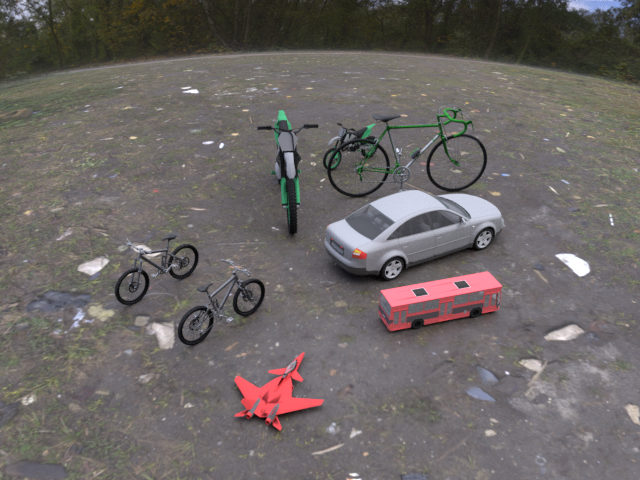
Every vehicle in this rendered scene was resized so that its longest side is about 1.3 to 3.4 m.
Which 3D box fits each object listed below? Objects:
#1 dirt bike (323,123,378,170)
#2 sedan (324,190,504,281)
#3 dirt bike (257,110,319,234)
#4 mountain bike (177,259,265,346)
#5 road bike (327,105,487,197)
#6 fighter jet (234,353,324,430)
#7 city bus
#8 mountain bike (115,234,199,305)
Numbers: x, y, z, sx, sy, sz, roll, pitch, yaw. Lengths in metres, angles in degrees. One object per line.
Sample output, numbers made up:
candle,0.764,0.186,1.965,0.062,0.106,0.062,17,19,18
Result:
dirt bike,0.645,-1.944,14.201,1.493,0.857,0.527,-23,37,-34
sedan,1.572,-0.259,11.174,3.137,0.940,1.235,-16,33,-26
dirt bike,-0.574,-1.357,12.361,1.024,1.666,2.903,-3,30,-6
mountain bike,-1.299,0.824,9.354,0.573,0.868,1.469,26,39,37
road bike,1.622,-1.579,12.759,3.004,1.656,0.696,-4,30,-7
fighter jet,-0.460,1.686,8.436,1.147,0.286,1.358,11,32,19
city bus,1.665,0.860,9.702,1.674,0.460,0.476,-9,31,-15
mountain bike,-2.362,0.359,10.166,0.573,0.868,1.469,24,38,36
